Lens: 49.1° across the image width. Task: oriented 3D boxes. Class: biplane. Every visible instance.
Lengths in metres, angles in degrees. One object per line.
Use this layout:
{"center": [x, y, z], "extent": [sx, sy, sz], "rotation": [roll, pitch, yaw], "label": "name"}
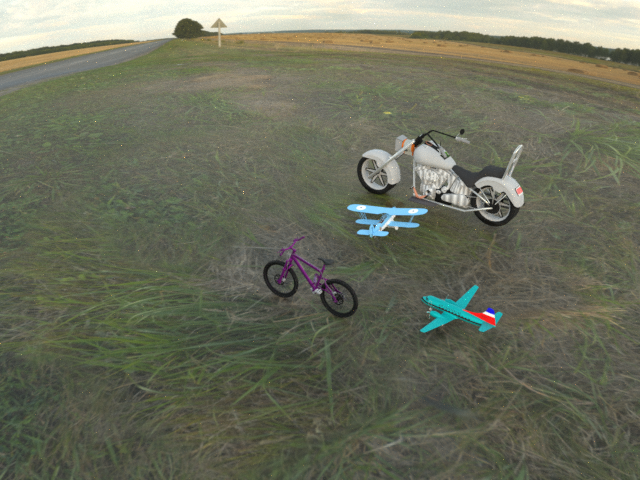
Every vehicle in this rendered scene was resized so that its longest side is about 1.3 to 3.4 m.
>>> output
{"center": [0.981, -0.291, 11.039], "extent": [1.336, 0.504, 1.090], "rotation": [14, 32, 23], "label": "biplane"}

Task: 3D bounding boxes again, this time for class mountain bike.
{"center": [-0.144, 0.508, 9.226], "extent": [1.469, 0.868, 0.573], "rotation": [16, 33, 27], "label": "mountain bike"}

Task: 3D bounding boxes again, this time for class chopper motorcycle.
{"center": [1.946, -1.183, 11.641], "extent": [3.040, 1.480, 0.906], "rotation": [20, 35, 32], "label": "chopper motorcycle"}

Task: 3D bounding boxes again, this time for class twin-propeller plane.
{"center": [1.771, 0.883, 9.024], "extent": [1.095, 0.407, 1.370], "rotation": [22, 36, 34], "label": "twin-propeller plane"}
